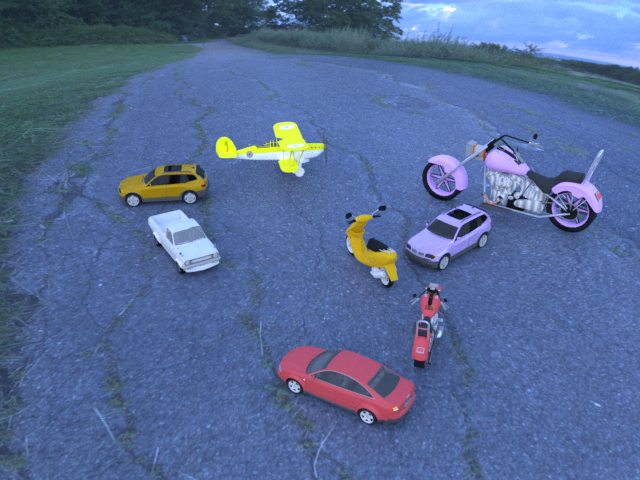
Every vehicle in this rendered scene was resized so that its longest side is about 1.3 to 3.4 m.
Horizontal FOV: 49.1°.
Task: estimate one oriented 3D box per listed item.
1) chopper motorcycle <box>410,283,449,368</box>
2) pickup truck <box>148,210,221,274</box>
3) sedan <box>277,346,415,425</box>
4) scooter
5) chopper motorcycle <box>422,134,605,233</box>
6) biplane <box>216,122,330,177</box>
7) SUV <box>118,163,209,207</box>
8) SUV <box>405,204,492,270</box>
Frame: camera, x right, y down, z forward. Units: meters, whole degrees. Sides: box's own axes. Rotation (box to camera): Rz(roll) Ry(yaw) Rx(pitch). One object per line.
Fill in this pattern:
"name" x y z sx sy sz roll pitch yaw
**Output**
"chopper motorcycle" 1.341 0.909 8.588 0.466 0.761 1.563 7 30 13
"pickup truck" -2.078 -0.046 10.591 0.640 0.511 1.603 -16 33 -27
"sedan" 0.265 1.519 7.765 1.613 0.483 0.635 16 33 27
"scooter" 0.721 0.040 10.010 0.662 0.919 1.399 -13 31 -23
"chopper motorcycle" 3.098 -1.075 11.461 3.040 1.480 0.906 19 34 31
"biplane" -0.867 -1.676 13.076 2.120 0.981 2.598 -4 29 -7
"SUV" -2.732 -0.991 12.243 1.572 0.580 0.656 -3 29 -6
"SUV" 1.965 -0.088 10.595 1.572 0.580 0.656 -24 37 -37
